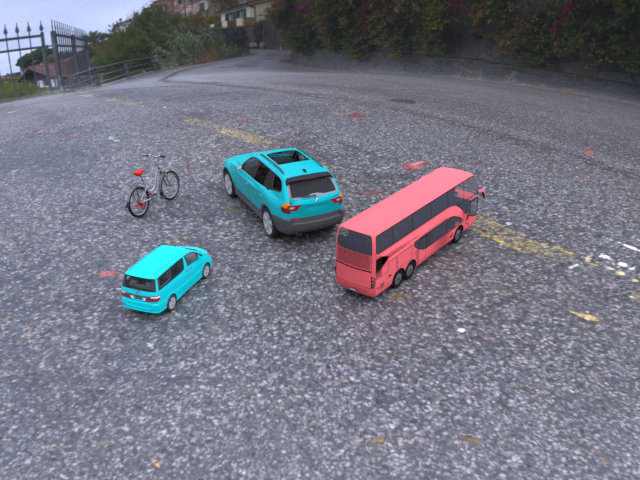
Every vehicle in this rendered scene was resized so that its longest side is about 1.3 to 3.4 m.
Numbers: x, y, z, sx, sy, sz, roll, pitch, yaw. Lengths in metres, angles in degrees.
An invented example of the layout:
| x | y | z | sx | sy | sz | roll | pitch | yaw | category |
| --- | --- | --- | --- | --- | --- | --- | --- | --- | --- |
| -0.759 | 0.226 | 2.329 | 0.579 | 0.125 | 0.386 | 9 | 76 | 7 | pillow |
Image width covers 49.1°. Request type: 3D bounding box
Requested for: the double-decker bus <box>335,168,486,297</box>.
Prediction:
| x | y | z | sx | sy | sz | roll | pitch | yaw | category |
| --- | --- | --- | --- | --- | --- | --- | --- | --- | --- |
| 1.411 | -0.223 | 10.433 | 0.756 | 1.052 | 3.251 | 19 | 32 | 33 | double-decker bus |

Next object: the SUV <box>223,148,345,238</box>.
| x | y | z | sx | sy | sz | roll | pitch | yaw | category |
| --- | --- | --- | --- | --- | --- | --- | --- | --- | --- |
| -0.690 | -1.023 | 11.976 | 1.276 | 1.128 | 3.058 | -12 | 29 | -23 | SUV |

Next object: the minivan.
| x | y | z | sx | sy | sz | roll | pitch | yaw | category |
| --- | --- | --- | --- | --- | --- | --- | --- | --- | --- |
| -2.068 | 0.427 | 9.605 | 0.681 | 0.616 | 1.548 | 9 | 28 | 18 | minivan |

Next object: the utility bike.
| x | y | z | sx | sy | sz | roll | pitch | yaw | category |
| --- | --- | --- | --- | --- | --- | --- | --- | --- | --- |
| -2.948 | -0.997 | 12.129 | 0.535 | 0.946 | 1.435 | 13 | 29 | 24 | utility bike |
